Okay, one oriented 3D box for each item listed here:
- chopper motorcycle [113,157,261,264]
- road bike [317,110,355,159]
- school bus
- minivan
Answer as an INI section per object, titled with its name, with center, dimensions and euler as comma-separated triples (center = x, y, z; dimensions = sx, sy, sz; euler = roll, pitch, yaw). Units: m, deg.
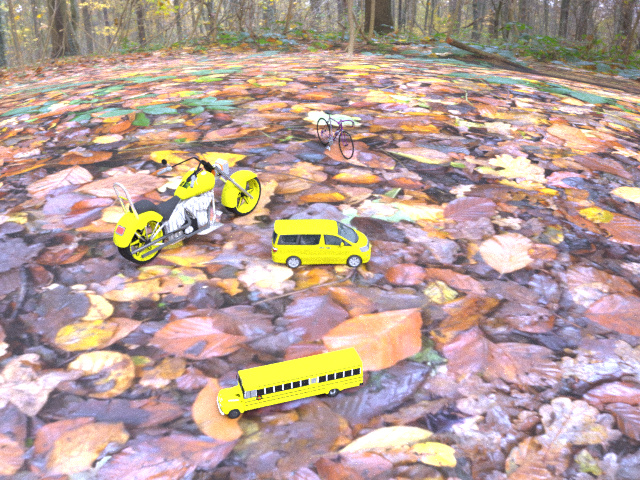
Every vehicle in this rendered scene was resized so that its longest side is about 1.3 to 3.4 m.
[chopper motorcycle]
center = -2.058, -0.690, 11.318
dimensions = 0.906, 1.480, 3.040
euler = 20, 35, 32
[road bike]
center = 0.310, -2.280, 14.841
dimensions = 0.358, 0.852, 1.545
euler = -15, 32, -25
[school bus]
center = -0.348, 1.657, 8.156
dimensions = 1.708, 0.434, 0.365
euler = -9, 30, -16
[minivan]
center = 0.020, 0.029, 10.912
dimensions = 1.548, 0.616, 0.681
euler = -1, 29, -2
